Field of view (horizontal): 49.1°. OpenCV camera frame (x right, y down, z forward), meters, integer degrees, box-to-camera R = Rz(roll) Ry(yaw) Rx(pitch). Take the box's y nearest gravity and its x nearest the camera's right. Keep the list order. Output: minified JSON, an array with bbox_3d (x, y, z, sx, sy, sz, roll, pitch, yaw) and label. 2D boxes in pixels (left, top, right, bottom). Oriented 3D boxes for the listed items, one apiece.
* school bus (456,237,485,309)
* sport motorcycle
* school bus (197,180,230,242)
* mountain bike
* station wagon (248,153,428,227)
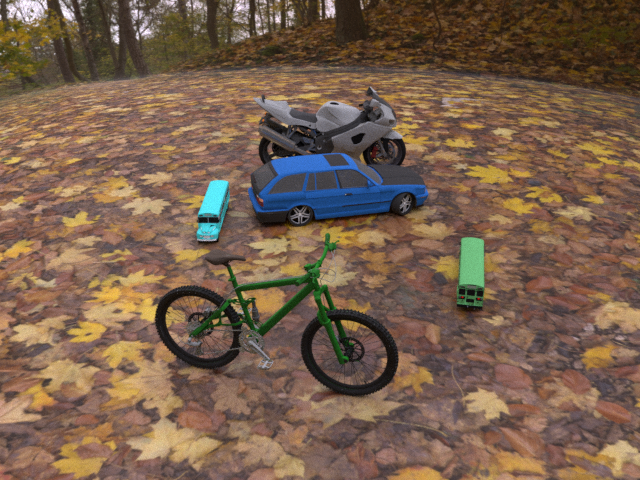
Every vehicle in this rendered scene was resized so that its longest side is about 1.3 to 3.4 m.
[{"bbox_3d":[2.148,0.407,9.954,0.365,0.434,1.708,5,27,10],"label":"school bus"},{"bbox_3d":[0.210,-2.065,13.569,2.955,1.596,0.983,0,27,0],"label":"sport motorcycle"},{"bbox_3d":[-1.784,-0.490,11.735,0.365,0.434,1.708,0,27,0],"label":"school bus"},{"bbox_3d":[-0.538,0.853,7.675,2.857,1.688,1.114,7,28,14],"label":"mountain bike"},{"bbox_3d":[0.337,-0.976,12.159,3.105,0.920,1.327,-6,27,-13],"label":"station wagon"}]
